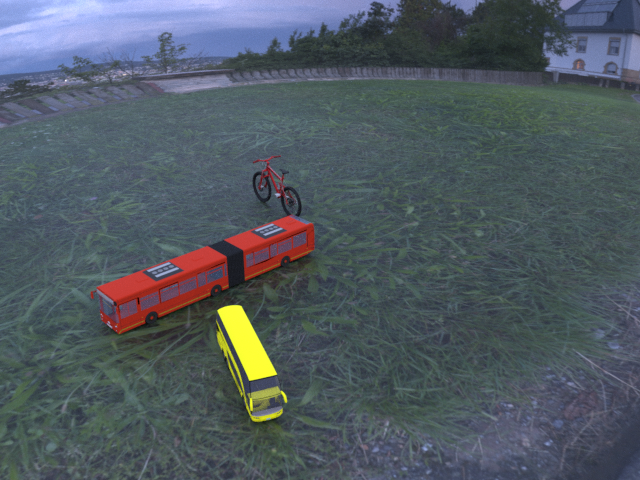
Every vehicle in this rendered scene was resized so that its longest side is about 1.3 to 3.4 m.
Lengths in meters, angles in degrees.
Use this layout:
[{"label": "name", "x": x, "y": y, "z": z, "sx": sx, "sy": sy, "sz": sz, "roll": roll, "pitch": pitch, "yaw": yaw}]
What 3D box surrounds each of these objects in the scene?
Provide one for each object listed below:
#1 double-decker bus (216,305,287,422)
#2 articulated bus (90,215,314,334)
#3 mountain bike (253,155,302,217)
[{"label": "double-decker bus", "x": -0.812, "y": 1.361, "z": 7.844, "sx": 0.389, "sy": 0.541, "sz": 1.672, "roll": -9, "pitch": 27, "yaw": -18}, {"label": "articulated bus", "x": -1.474, "y": 0.396, "z": 9.805, "sx": 3.401, "sy": 0.561, "sz": 0.605, "roll": -23, "pitch": 34, "yaw": -38}, {"label": "mountain bike", "x": -0.767, "y": -0.938, "z": 12.195, "sx": 0.573, "sy": 0.868, "sz": 1.469, "roll": -18, "pitch": 31, "yaw": -33}]
